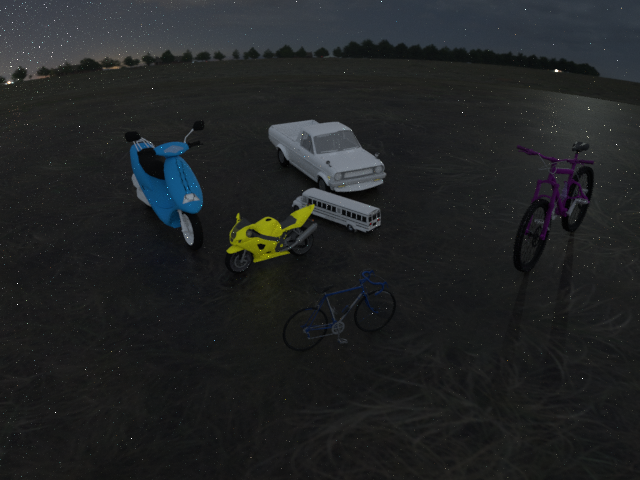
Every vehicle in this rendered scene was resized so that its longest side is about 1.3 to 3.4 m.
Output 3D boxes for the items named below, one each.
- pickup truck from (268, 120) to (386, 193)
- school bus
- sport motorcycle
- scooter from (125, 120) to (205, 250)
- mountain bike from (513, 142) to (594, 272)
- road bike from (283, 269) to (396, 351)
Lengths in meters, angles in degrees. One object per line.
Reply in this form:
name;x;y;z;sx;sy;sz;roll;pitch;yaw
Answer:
pickup truck;0.058;-1.789;13.774;1.244;0.993;3.117;-12;28;-23
school bus;0.238;-0.517;11.769;1.708;0.434;0.365;20;32;36
sport motorcycle;-0.720;-0.028;10.304;1.520;0.821;0.506;-16;30;-30
scooter;-2.522;-1.053;11.325;1.288;1.786;2.721;-15;30;-29
mountain bike;3.611;-0.633;10.564;1.114;1.688;2.857;19;32;34
road bike;0.259;0.852;8.436;1.545;0.852;0.358;-12;28;-23
